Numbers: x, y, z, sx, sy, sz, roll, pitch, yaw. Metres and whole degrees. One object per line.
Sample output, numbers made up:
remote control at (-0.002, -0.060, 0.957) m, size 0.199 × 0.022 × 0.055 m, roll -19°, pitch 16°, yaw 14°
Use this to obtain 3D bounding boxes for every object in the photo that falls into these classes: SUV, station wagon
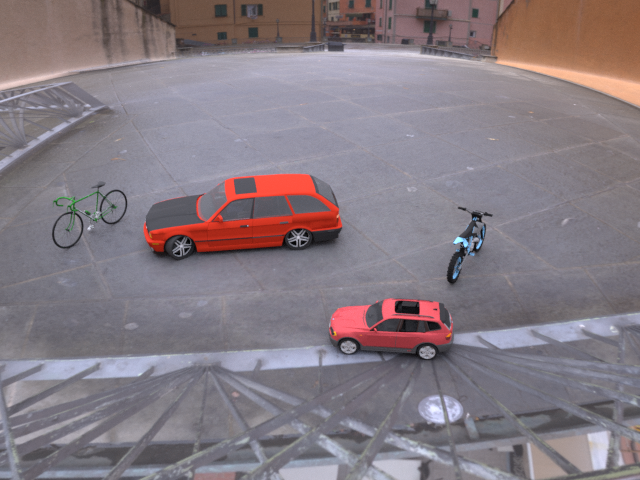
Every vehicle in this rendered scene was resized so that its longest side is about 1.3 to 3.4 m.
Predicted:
SUV at (0.893, 1.059, 8.790) m, size 1.572 × 0.580 × 0.656 m, roll 3°, pitch 30°, yaw 5°
station wagon at (-1.238, -0.456, 11.133) m, size 3.105 × 0.920 × 1.327 m, roll -5°, pitch 30°, yaw -8°

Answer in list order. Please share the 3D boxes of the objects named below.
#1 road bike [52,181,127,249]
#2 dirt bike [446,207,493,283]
road bike at (-3.678, -0.461, 11.211) m, size 0.358 × 0.852 × 1.545 m, roll 17°, pitch 34°, yaw 28°
dirt bike at (2.200, 0.007, 10.376) m, size 0.527 × 0.857 × 1.493 m, roll 16°, pitch 33°, yaw 26°
